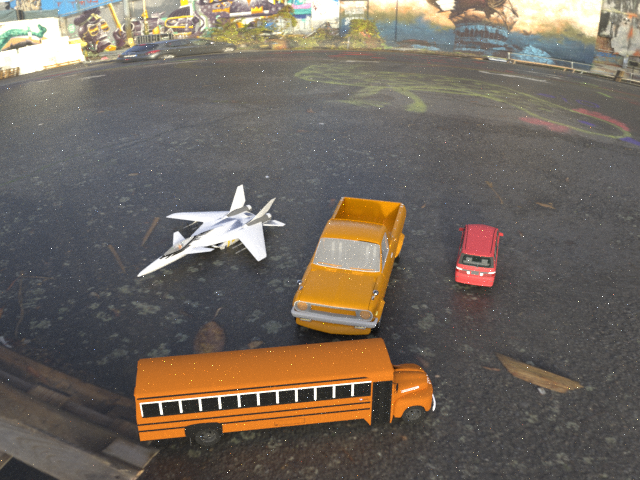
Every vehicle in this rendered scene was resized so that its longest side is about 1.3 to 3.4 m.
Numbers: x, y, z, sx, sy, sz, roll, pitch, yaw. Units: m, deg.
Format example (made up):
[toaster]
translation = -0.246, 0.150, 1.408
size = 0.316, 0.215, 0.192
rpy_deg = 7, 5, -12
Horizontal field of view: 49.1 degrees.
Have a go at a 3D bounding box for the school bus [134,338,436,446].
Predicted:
[school bus]
translation = -0.345, 1.668, 7.852
size = 3.322, 0.844, 0.709
rpy_deg = -4, 30, -7

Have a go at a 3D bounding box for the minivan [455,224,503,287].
[minivan]
translation = 2.442, 0.119, 10.766
size = 0.681, 0.616, 1.548
rpy_deg = 8, 31, 13

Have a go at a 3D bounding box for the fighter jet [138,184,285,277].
[fighter jet]
translation = -1.867, -0.109, 11.220
size = 2.229, 0.557, 2.640
rpy_deg = 23, 37, 34

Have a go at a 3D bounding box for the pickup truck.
[pickup truck]
translation = 0.515, 0.188, 10.268
size = 1.244, 0.993, 3.117
rpy_deg = 7, 31, 12
